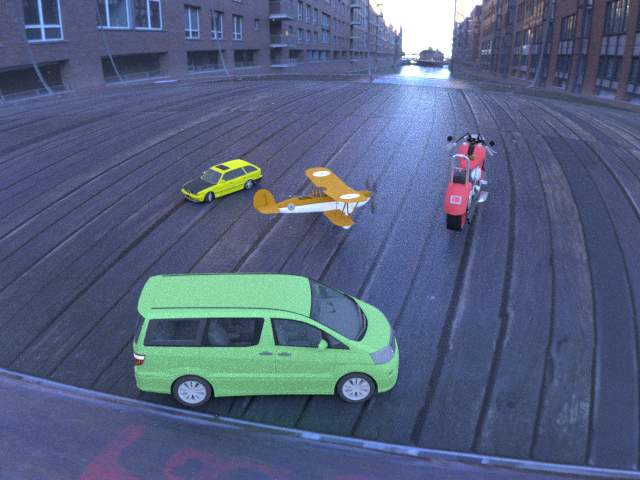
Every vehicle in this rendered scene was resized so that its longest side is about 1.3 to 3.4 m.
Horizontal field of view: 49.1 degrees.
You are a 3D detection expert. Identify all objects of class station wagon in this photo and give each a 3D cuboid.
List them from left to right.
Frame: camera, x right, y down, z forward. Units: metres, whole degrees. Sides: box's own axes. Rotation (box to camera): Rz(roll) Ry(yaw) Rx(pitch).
[{"bbox_3d":[-1.873,-1.158,13.355,1.597,0.473,0.682,-24,35,-39],"label":"station wagon"}]

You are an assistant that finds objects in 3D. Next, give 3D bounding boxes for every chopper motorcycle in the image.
[{"bbox_3d":[2.647,-1.252,12.419,0.906,1.480,3.040,9,28,17],"label":"chopper motorcycle"}]

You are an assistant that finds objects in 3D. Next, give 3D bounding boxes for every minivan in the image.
[{"bbox_3d":[-0.588,1.077,8.088,3.011,1.197,1.324,-1,27,-2],"label":"minivan"}]

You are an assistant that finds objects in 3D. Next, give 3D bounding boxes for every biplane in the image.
[{"bbox_3d":[-0.073,-0.657,11.788,2.120,0.981,2.598,-7,27,-13],"label":"biplane"}]
